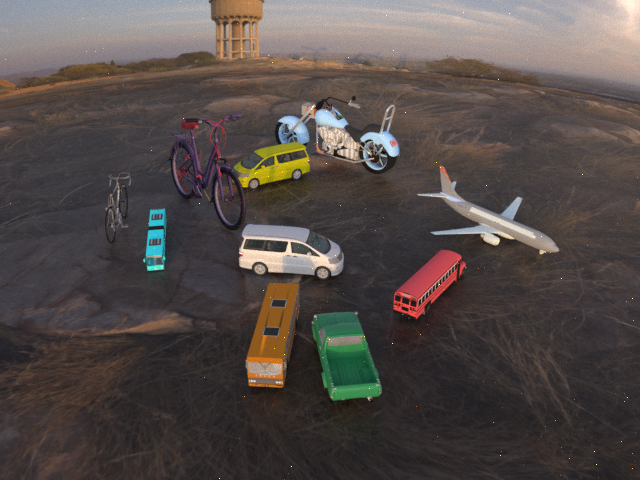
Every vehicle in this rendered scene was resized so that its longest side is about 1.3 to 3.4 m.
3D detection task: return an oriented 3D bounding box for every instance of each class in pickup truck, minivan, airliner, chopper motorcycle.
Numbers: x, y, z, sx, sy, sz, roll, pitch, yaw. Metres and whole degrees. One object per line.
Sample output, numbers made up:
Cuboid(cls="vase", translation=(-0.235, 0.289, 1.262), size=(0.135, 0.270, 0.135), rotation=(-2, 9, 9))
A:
Cuboid(cls="pickup truck", translation=(0.287, 1.304, 8.263), size=(0.640, 0.511, 1.603), rotation=(-4, 27, -7))
Cuboid(cls="minivan", translation=(-0.417, 0.151, 10.427), size=(1.548, 0.616, 0.681), rotation=(3, 27, 7))
Cuboid(cls="airliner", translation=(2.843, -0.491, 11.455), size=(2.257, 0.835, 2.541), rotation=(-20, 33, -34))
Cuboid(cls="minivan", translation=(-0.969, -1.465, 13.624), size=(1.548, 0.616, 0.681), rotation=(-15, 31, -27))
Cuboid(cls="chopper motorcycle", translation=(0.288, -2.257, 14.235), size=(3.040, 1.480, 0.906), rotation=(20, 33, 34))

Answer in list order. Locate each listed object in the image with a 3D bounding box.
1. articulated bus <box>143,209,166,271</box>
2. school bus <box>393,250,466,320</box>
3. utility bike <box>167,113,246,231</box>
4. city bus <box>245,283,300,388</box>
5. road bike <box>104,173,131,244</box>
Cuboid(cls="articulated bus", translation=(-2.602, -0.034, 11.156), size=(0.311, 0.289, 1.749), rotation=(-5, 27, -9))
Cuboid(cls="school bus", translation=(1.582, 0.567, 9.806), size=(0.365, 0.434, 1.708), rotation=(17, 31, 30))
Cuboid(cls="utility bike", translation=(-1.935, -1.366, 12.073), size=(1.039, 1.839, 2.791), rotation=(-18, 32, -32))
Cuboid(cls="city bus", translation=(-0.548, 1.146, 8.631), size=(0.476, 0.460, 1.674), rotation=(2, 27, 4))
Cuboid(cls="road bike", translation=(-3.371, -0.565, 11.583), size=(0.358, 0.852, 1.545), rotation=(-1, 27, -2))
